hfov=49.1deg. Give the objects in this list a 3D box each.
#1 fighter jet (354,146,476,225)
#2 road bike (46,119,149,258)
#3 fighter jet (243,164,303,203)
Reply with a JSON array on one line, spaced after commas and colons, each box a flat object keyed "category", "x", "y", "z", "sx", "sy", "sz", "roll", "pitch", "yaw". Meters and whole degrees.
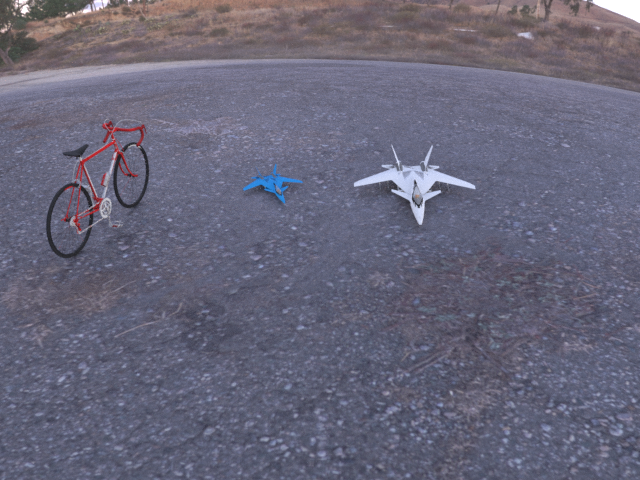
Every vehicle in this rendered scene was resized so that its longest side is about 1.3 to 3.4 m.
[{"category": "fighter jet", "x": 1.735, "y": -1.026, "z": 12.711, "sx": 2.229, "sy": 0.557, "sz": 2.640, "roll": 1, "pitch": 28, "yaw": 3}, {"category": "road bike", "x": -3.553, "y": -0.932, "z": 11.371, "sx": 0.697, "sy": 1.656, "sz": 3.004, "roll": 8, "pitch": 29, "yaw": 14}, {"category": "fighter jet", "x": -0.843, "y": -1.034, "z": 13.012, "sx": 1.147, "sy": 0.286, "sz": 1.358, "roll": -9, "pitch": 29, "yaw": -16}]
